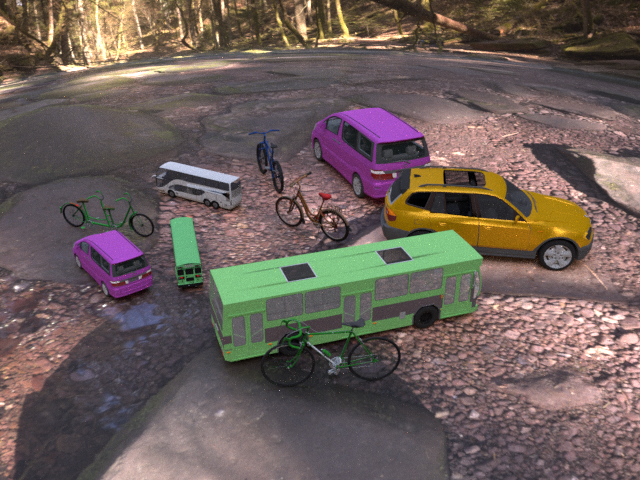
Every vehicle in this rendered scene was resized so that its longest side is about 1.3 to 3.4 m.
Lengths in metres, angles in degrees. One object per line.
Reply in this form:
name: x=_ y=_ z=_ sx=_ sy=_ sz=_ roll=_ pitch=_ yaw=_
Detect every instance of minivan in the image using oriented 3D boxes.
minivan: x=-2.903 y=0.233 z=9.662 sx=0.681 sy=0.616 sz=1.548 roll=-21 pitch=35 yaw=-33
minivan: x=0.834 y=-1.744 z=12.694 sx=1.324 sy=1.197 sz=3.011 roll=-11 pitch=30 yaw=-19

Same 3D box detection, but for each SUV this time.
SUV: x=2.429 y=-0.397 z=10.284 sx=3.058 sy=1.128 sz=1.276 roll=4 pitch=29 yaw=7

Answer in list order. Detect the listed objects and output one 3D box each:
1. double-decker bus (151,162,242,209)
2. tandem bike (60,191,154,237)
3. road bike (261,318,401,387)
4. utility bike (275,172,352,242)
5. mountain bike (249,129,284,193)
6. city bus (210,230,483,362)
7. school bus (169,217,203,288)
double-decker bus: x=-2.094 y=-0.937 z=11.894 sx=1.672 sy=0.541 sz=0.389 roll=15 pitch=32 yaw=25
tandem bike: x=-3.317 y=-0.432 z=10.816 sx=1.642 sy=0.682 sz=0.283 roll=8 pitch=30 yaw=14
road bike: x=0.125 y=1.221 z=7.593 sx=1.545 sy=0.852 sz=0.358 roll=-3 pitch=29 yaw=-6
utility bike: x=-0.146 y=-0.480 z=10.628 sx=1.435 sy=0.946 sz=0.535 roll=18 pitch=33 yaw=30
mountain bike: x=-0.902 y=-1.442 z=12.482 sx=0.573 sy=0.868 sz=1.469 roll=-11 pitch=30 yaw=-19
city bus: x=0.338 y=0.672 z=8.560 sx=3.255 sy=0.894 sz=0.926 roll=-9 pitch=30 yaw=-16
school bus: x=-1.939 y=0.114 z=10.070 sx=0.365 sy=0.434 sz=1.708 roll=-7 pitch=29 yaw=-12
